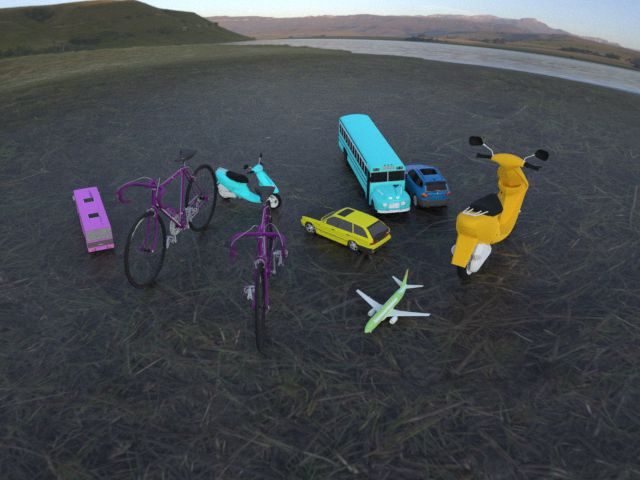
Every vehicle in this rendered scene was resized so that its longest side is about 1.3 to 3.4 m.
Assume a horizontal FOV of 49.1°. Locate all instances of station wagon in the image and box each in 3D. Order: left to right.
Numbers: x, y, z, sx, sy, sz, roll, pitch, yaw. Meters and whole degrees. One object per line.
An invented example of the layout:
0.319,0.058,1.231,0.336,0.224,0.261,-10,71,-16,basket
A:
0.409,-0.269,11.830,1.597,0.473,0.682,22,36,34,station wagon

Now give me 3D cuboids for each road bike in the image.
-2.293,-0.496,11.027,0.696,1.656,3.004,9,31,15,road bike
-0.781,0.203,9.787,0.696,1.656,3.004,0,29,0,road bike

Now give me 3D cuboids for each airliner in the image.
0.956,0.868,9.856,1.161,0.429,1.307,17,34,28,airliner

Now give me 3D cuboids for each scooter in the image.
-1.342,-1.079,12.814,1.399,0.919,0.662,12,32,21,scooter
2.762,-0.595,11.072,1.288,1.786,2.721,17,34,28,scooter

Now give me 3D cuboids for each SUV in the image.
1.973,-1.114,13.221,0.656,0.580,1.572,-5,30,-9,SUV

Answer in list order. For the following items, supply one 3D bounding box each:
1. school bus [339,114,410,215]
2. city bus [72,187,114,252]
1.022,-1.519,13.671,0.709,0.844,3.322,-5,30,-9,school bus
-3.884,-0.353,11.993,0.476,0.460,1.674,-12,32,-20,city bus
